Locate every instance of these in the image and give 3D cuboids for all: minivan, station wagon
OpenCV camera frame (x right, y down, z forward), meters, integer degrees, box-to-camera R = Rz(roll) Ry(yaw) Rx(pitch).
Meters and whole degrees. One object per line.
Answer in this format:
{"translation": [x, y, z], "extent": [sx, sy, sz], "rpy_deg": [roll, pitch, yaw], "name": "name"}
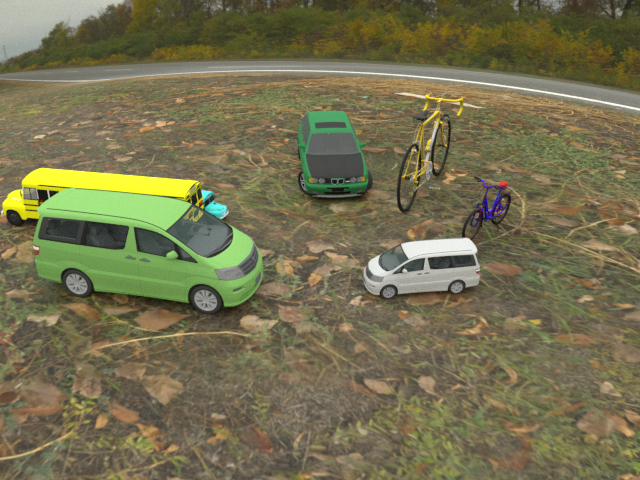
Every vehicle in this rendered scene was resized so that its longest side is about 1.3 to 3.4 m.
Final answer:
{"translation": [-2.281, 0.081, 9.430], "extent": [3.011, 1.197, 1.324], "rpy_deg": [6, 27, 12], "name": "minivan"}
{"translation": [1.372, 0.361, 9.521], "extent": [1.548, 0.616, 0.681], "rpy_deg": [-4, 27, -7], "name": "minivan"}
{"translation": [0.202, -1.735, 13.340], "extent": [1.327, 0.920, 3.105], "rpy_deg": [-2, 27, -4], "name": "station wagon"}

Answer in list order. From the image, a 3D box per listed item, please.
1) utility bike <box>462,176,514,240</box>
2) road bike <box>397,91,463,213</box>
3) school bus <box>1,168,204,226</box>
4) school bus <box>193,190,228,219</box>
{"translation": [2.693, -0.535, 10.930], "extent": [0.535, 0.946, 1.435], "rpy_deg": [23, 35, 38], "name": "utility bike"}
{"translation": [1.886, -1.624, 12.302], "extent": [0.696, 1.656, 3.004], "rpy_deg": [12, 29, 22], "name": "road bike"}
{"translation": [-3.533, -0.614, 11.201], "extent": [3.322, 0.844, 0.709], "rpy_deg": [6, 27, 11], "name": "school bus"}
{"translation": [-2.360, -0.644, 11.716], "extent": [1.708, 0.434, 0.365], "rpy_deg": [9, 28, 17], "name": "school bus"}
